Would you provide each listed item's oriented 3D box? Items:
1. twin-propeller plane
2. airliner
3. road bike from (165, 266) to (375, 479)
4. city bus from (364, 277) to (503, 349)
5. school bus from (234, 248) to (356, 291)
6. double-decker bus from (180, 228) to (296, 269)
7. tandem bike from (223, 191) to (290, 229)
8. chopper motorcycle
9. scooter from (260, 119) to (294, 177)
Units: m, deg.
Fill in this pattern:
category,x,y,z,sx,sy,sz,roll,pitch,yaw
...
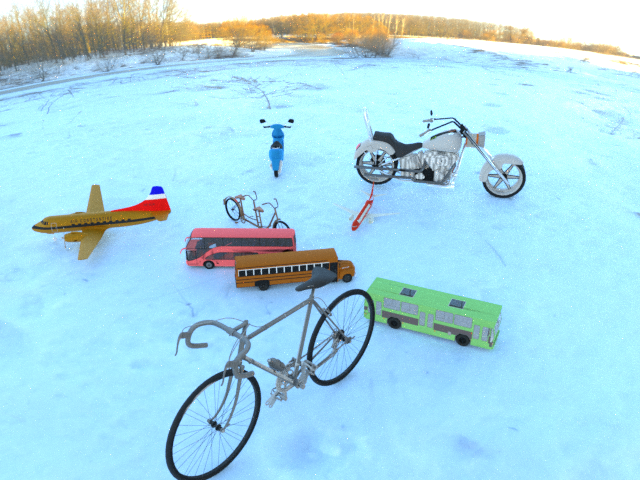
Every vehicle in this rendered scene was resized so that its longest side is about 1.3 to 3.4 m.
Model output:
category,x,y,z,sx,sy,sz,roll,pitch,yaw
twin-propeller plane,-3.416,-0.407,10.944,2.129,0.792,2.663,-6,29,-10
airliner,0.728,-0.552,11.596,1.161,0.429,1.307,9,30,16
road bike,-0.362,1.196,7.052,0.697,1.656,3.004,23,36,36
city bus,1.405,0.926,8.815,1.674,0.460,0.476,12,31,21
school bus,-0.338,0.397,9.826,1.708,0.434,0.365,-5,29,-9
double-decker bus,-1.180,0.115,10.238,1.672,0.541,0.389,0,28,1
tandem bike,-1.013,-0.436,11.113,1.642,0.682,0.283,25,37,38
chopper motorcycle,2.105,-1.545,12.332,3.040,1.480,0.906,5,29,10
scooter,-0.825,-1.830,13.455,0.662,0.919,1.399,0,28,0
